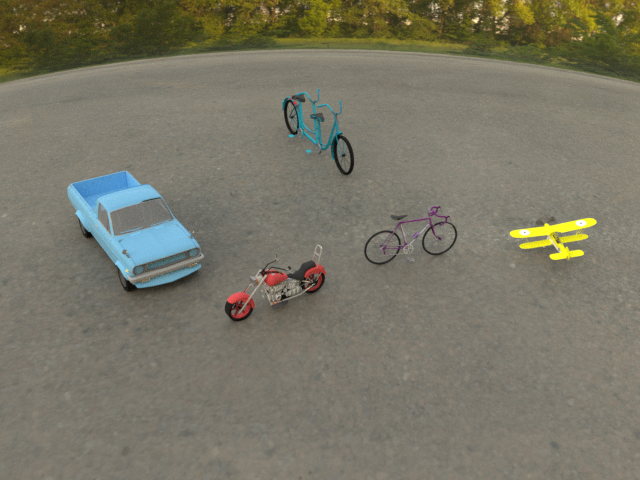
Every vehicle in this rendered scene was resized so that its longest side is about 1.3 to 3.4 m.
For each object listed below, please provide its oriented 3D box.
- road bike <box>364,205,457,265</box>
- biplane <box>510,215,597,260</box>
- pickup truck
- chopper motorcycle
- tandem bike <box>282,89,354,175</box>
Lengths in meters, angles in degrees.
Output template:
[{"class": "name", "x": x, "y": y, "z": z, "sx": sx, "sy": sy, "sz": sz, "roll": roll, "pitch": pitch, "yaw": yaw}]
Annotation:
[{"class": "road bike", "x": 1.407, "y": -0.062, "z": 10.707, "sx": 1.545, "sy": 0.852, "sz": 0.358, "roll": -9, "pitch": 31, "yaw": -14}, {"class": "biplane", "x": 3.667, "y": 0.015, "z": 10.919, "sx": 1.336, "sy": 0.504, "sz": 1.090, "roll": -2, "pitch": 30, "yaw": -3}, {"class": "pickup truck", "x": -2.988, "y": -0.329, "z": 11.023, "sx": 1.244, "sy": 0.993, "sz": 3.117, "roll": -19, "pitch": 35, "yaw": -28}, {"class": "chopper motorcycle", "x": -0.598, "y": 0.589, "z": 9.685, "sx": 1.563, "sy": 0.761, "sz": 0.466, "roll": -18, "pitch": 35, "yaw": -27}, {"class": "tandem bike", "x": -0.091, "y": -2.400, "z": 14.231, "sx": 0.550, "sy": 1.326, "sz": 3.192, "roll": -14, "pitch": 33, "yaw": -23}]
